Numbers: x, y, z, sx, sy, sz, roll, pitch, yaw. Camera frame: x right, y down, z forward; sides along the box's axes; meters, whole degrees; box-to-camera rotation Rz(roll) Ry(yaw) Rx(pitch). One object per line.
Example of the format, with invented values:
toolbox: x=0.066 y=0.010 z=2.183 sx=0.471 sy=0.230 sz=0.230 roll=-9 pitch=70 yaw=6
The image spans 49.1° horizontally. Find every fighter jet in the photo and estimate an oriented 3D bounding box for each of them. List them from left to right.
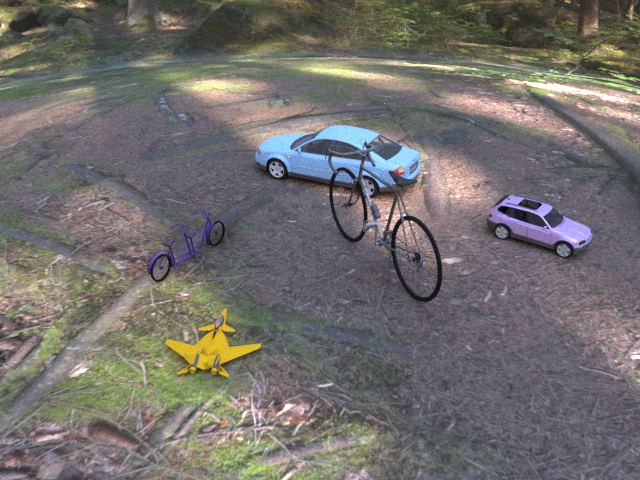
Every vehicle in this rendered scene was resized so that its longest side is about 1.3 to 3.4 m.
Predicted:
fighter jet: x=-1.271 y=1.129 z=8.442 sx=1.147 sy=0.286 sz=1.358 roll=2 pitch=28 yaw=4

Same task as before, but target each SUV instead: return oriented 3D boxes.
SUV: x=3.354 y=-0.251 z=10.706 sx=1.572 sy=0.580 sz=0.656 roll=19 pitch=34 yaw=32

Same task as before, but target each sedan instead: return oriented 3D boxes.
sedan: x=0.275 y=-1.571 z=12.787 sx=3.137 sy=0.940 sz=1.235 roll=13 pitch=31 yaw=23

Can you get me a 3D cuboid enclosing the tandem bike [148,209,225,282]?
tandem bike: x=-1.901 y=0.027 z=10.078 sx=0.283 sy=0.682 sz=1.642 roll=16 pitch=32 yaw=28

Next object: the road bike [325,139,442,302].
road bike: x=0.834 y=-0.360 z=9.770 sx=0.696 sy=1.656 sz=3.004 roll=-13 pitch=31 yaw=-23
